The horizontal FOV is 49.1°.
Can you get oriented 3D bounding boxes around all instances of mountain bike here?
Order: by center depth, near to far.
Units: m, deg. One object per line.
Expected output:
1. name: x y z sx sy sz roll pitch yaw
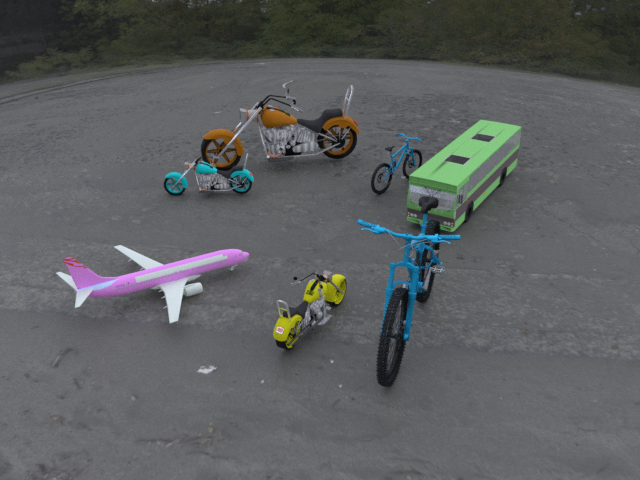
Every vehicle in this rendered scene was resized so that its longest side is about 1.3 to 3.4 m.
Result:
1. mountain bike: 1.100 0.398 8.218 1.114 1.688 2.857 9 29 17
2. mountain bike: 1.389 -1.362 12.433 0.573 0.868 1.469 23 36 37

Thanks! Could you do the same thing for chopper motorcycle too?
1. chopper motorcycle: -0.084 0.733 8.576 0.466 0.761 1.563 15 31 26
2. chopper motorcycle: -1.935 -1.139 12.125 1.563 0.761 0.466 0 28 0
3. chopper motorcycle: -0.738 -2.116 13.207 3.040 1.480 0.906 -6 28 -11

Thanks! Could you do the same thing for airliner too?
1. airliner: -2.098 0.303 9.313 2.541 0.835 2.257 -16 32 -27

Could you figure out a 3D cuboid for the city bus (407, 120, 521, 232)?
1. city bus: 2.531 -1.147 11.998 0.926 0.894 3.255 16 32 27
